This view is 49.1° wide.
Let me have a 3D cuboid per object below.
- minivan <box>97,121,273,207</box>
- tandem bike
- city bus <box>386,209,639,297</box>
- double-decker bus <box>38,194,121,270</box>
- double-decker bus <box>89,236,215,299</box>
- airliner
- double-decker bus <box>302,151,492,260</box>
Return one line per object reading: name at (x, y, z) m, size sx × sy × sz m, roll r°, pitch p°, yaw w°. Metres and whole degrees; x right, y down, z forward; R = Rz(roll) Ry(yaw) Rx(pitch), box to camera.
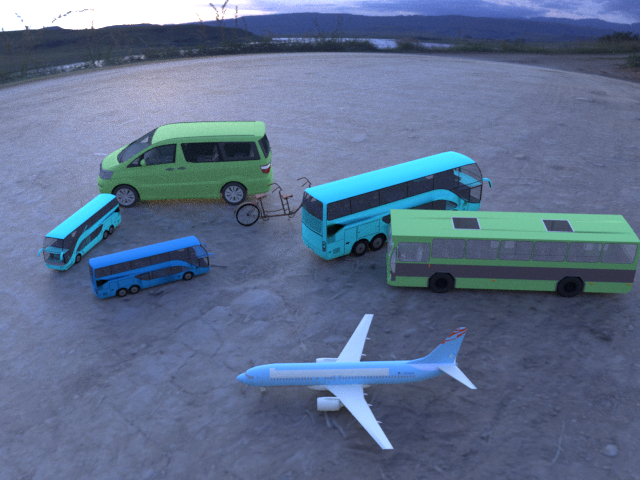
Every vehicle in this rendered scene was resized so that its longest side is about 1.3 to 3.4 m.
minivan at (-2.332, -1.360, 12.122) m, size 3.011 × 1.197 × 1.324 m, roll -2°, pitch 29°, yaw -3°
tandem bike at (-0.602, -0.620, 11.312) m, size 1.642 × 0.682 × 0.283 m, roll -10°, pitch 30°, yaw -17°
city bus at (2.563, 0.180, 9.635) m, size 3.255 × 0.894 × 0.926 m, roll 2°, pitch 29°, yaw 3°
double-decker bus at (-3.577, -0.126, 10.558) m, size 0.389 × 0.541 × 1.672 m, roll 8°, pitch 30°, yaw 14°
double-decker bus at (-2.310, 0.359, 9.675) m, size 1.672 × 0.541 × 0.389 m, roll -14°, pitch 32°, yaw -24°
airliner at (0.348, 1.311, 7.638) m, size 2.541 × 0.835 × 2.257 m, roll -1°, pitch 29°, yaw -1°
double-decker bus at (1.227, -0.592, 10.877) m, size 3.251 × 1.052 × 0.756 m, roll -17°, pitch 33°, yaw -28°
